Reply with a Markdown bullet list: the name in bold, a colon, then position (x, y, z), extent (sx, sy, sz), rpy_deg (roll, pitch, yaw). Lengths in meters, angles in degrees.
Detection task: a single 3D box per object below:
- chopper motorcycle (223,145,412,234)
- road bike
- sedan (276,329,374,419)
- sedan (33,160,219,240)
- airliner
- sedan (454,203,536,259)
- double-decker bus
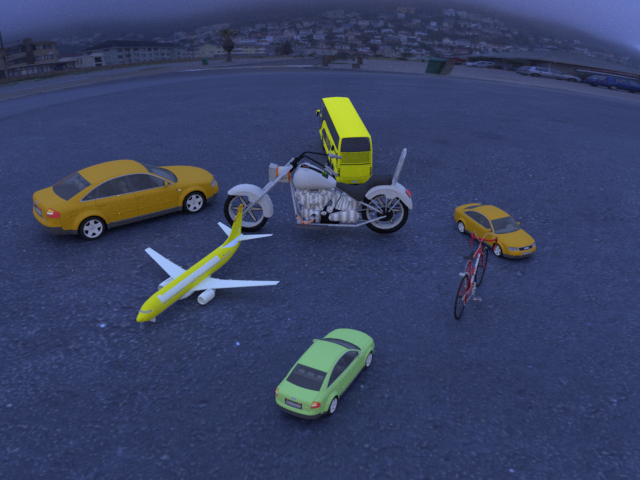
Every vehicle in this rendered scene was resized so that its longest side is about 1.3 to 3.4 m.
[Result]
- **chopper motorcycle**: position (-0.043, -0.795, 11.181), extent (3.040, 1.480, 0.906), rpy_deg (2, 26, 5)
- **road bike**: position (2.048, 0.440, 9.376), extent (0.358, 0.852, 1.545), rpy_deg (13, 29, 24)
- **sedan**: position (0.095, 1.396, 7.844), extent (0.635, 0.483, 1.613), rpy_deg (13, 29, 25)
- **sedan**: position (-3.236, -0.850, 11.907), extent (3.137, 0.940, 1.235), rpy_deg (-17, 31, -31)
- **airliner**: position (-1.708, 0.304, 9.672), extent (2.257, 0.835, 2.541), rpy_deg (13, 29, 24)
- **sedan**: position (2.767, -0.210, 11.120), extent (0.635, 0.483, 1.613), rpy_deg (-12, 28, -22)
- **double-decker bus**: position (0.473, -2.114, 14.360), extent (0.756, 1.052, 3.251), rpy_deg (-3, 26, -6)
